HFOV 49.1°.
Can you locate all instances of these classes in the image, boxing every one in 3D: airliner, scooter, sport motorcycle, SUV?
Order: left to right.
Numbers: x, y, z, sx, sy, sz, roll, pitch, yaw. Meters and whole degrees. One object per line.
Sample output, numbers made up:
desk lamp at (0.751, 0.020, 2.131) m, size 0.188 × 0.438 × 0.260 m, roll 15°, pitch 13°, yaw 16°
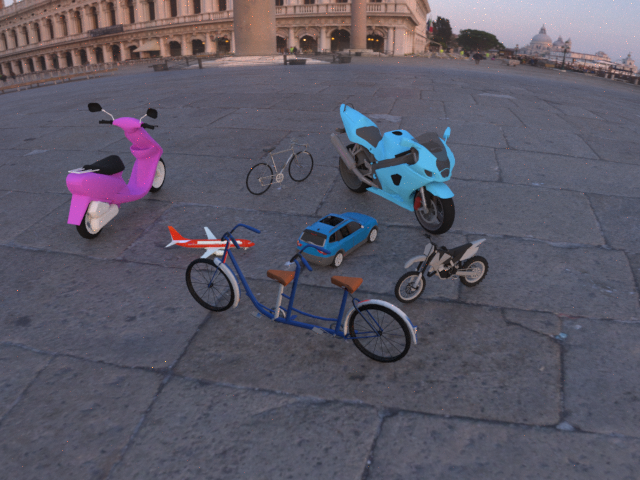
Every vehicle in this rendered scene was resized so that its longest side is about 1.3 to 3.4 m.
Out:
scooter at (-3.296, -1.243, 11.467) m, size 1.288 × 1.786 × 2.721 m, roll 8°, pitch 28°, yaw 16°
airliner at (-1.643, -0.030, 10.585) m, size 1.307 × 0.429 × 1.161 m, roll -1°, pitch 27°, yaw -3°
SUV at (0.284, -0.109, 10.575) m, size 0.656 × 0.580 × 1.572 m, roll 18°, pitch 32°, yaw 31°
sport motorcycle at (1.215, -1.231, 11.652) m, size 0.983 × 1.596 × 2.955 m, roll -17°, pitch 32°, yaw -29°

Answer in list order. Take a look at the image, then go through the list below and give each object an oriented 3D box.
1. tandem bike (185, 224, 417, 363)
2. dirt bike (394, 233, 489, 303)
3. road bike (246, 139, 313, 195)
tandem bike at (-0.334, 0.597, 8.376) m, size 3.192 × 1.326 × 0.550 m, roll 13°, pitch 30°, yaw 24°
dirt bike at (1.659, 0.359, 9.354) m, size 1.493 × 0.857 × 0.527 m, roll -12°, pitch 30°, yaw -22°
road bike at (-0.711, -1.339, 12.681) m, size 1.545 × 0.852 × 0.358 m, roll -21°, pitch 34°, yaw -35°
